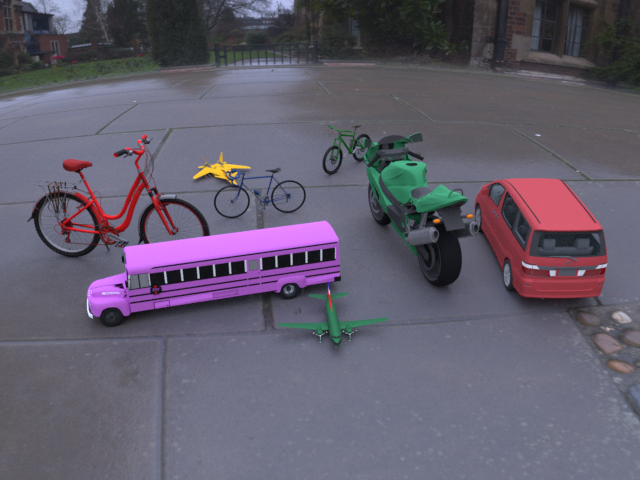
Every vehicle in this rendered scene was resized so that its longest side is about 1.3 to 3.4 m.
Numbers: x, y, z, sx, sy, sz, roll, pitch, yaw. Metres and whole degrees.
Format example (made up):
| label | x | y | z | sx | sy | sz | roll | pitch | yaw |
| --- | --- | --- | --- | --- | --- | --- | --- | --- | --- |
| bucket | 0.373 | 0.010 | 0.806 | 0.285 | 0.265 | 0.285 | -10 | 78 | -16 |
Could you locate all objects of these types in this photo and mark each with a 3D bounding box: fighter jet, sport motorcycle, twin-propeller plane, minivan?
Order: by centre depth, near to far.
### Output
| label | x | y | z | sx | sy | sz | roll | pitch | yaw |
| --- | --- | --- | --- | --- | --- | --- | --- | --- | --- |
| twin-propeller plane | 0.157 | 0.940 | 8.725 | 1.370 | 0.407 | 1.095 | -2 | 27 | -5 |
| minivan | 3.109 | -0.259 | 10.192 | 1.324 | 1.197 | 3.011 | 0 | 27 | -1 |
| sport motorcycle | 1.336 | -0.539 | 10.299 | 0.983 | 1.596 | 2.955 | -9 | 28 | -16 |
| fighter jet | -1.808 | -1.300 | 13.208 | 1.147 | 0.286 | 1.358 | -14 | 30 | -25 |

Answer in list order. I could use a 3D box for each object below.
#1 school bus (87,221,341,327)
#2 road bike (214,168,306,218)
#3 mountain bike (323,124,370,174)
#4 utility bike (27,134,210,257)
| label | x | y | z | sx | sy | sz | roll | pitch | yaw |
| --- | --- | --- | --- | --- | --- | --- | --- | --- | --- |
| school bus | -1.394 | 0.406 | 9.286 | 3.322 | 0.844 | 0.709 | -8 | 28 | -15 |
| road bike | -0.992 | -0.793 | 11.605 | 1.545 | 0.852 | 0.358 | -6 | 28 | -11 |
| mountain bike | 0.536 | -1.820 | 13.582 | 0.573 | 0.868 | 1.469 | 21 | 34 | 35 |
| utility bike | -2.942 | -0.581 | 10.116 | 2.791 | 1.839 | 1.039 | 4 | 27 | 7 |
